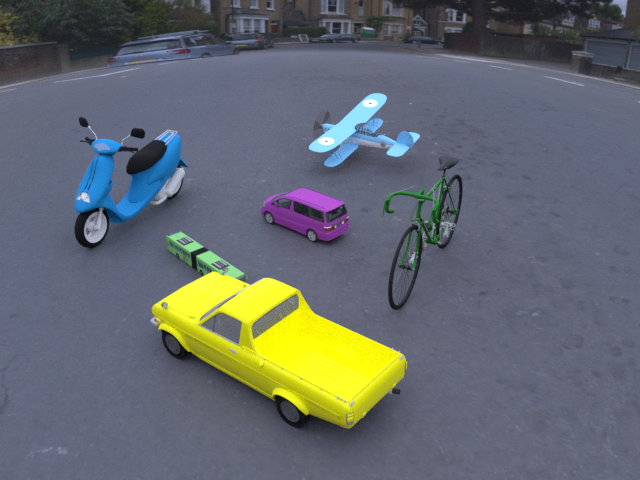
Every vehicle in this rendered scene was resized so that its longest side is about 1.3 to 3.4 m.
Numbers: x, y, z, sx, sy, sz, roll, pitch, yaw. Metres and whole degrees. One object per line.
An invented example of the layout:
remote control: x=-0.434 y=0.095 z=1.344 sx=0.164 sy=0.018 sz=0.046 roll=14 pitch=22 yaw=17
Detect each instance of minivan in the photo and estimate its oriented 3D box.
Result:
minivan: x=-0.274 y=-0.481 z=11.355 sx=1.548 sy=0.616 sz=0.681 roll=23 pitch=36 yaw=35

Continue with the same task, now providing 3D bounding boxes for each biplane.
biplane: x=0.854 y=-2.005 z=13.726 sx=2.120 sy=0.981 sz=2.598 roll=17 pitch=33 yaw=28

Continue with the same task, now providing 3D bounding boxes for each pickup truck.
pickup truck: x=-0.567 y=1.110 z=8.098 sx=3.117 sy=0.993 sz=1.244 roll=21 pitch=35 yaw=33

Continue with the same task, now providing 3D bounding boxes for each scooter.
scooter: x=-3.059 y=-1.142 z=11.339 sx=1.288 sy=1.786 sz=2.721 roll=14 pitch=32 yaw=23

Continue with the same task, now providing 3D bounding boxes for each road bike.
road bike: x=1.560 y=-0.251 z=9.868 sx=0.697 sy=1.656 sz=3.004 roll=14 pitch=32 yaw=24

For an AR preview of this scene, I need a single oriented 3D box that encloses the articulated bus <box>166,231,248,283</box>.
articulated bus: x=-1.691 y=0.316 z=10.255 sx=0.311 sy=0.289 sz=1.749 roll=-23 pitch=37 yaw=-36
